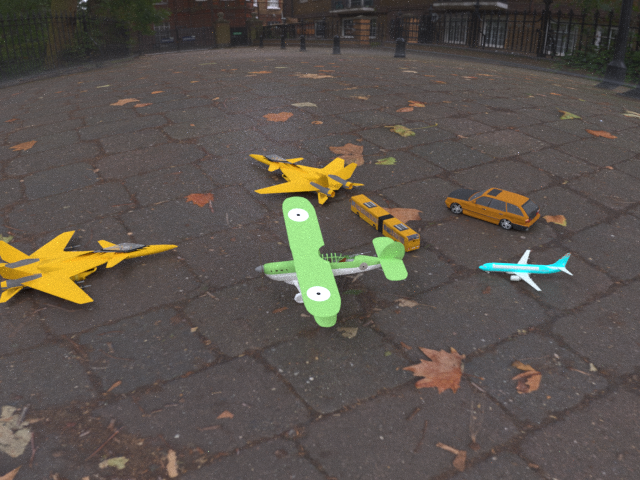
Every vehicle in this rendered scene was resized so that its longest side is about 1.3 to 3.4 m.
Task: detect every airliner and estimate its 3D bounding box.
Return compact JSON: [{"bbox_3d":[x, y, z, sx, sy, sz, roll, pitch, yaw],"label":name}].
[{"bbox_3d":[3.035,0.345,10.380,1.307,0.429,1.161,3,29,6],"label":"airliner"}]

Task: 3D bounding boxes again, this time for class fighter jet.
[{"bbox_3d":[-0.503,-1.440,13.453,2.640,0.557,2.229,26,38,38],"label":"fighter jet"},{"bbox_3d":[-3.455,0.202,10.505,2.640,0.557,2.229,-12,31,-20],"label":"fighter jet"}]

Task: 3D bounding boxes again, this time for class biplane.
[{"bbox_3d":[0.159,0.368,9.772,2.120,0.981,2.598,-5,29,-9],"label":"biplane"}]

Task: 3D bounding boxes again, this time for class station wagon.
[{"bbox_3d":[2.955,-0.621,12.068,1.597,0.473,0.682,21,35,32],"label":"station wagon"}]

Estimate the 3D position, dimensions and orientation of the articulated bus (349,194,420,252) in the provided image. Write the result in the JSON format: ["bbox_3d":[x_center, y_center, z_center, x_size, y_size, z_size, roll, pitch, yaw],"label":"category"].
[{"bbox_3d":[1.058,-0.307,11.695,0.311,0.289,1.749,-15,32,-25],"label":"articulated bus"}]
